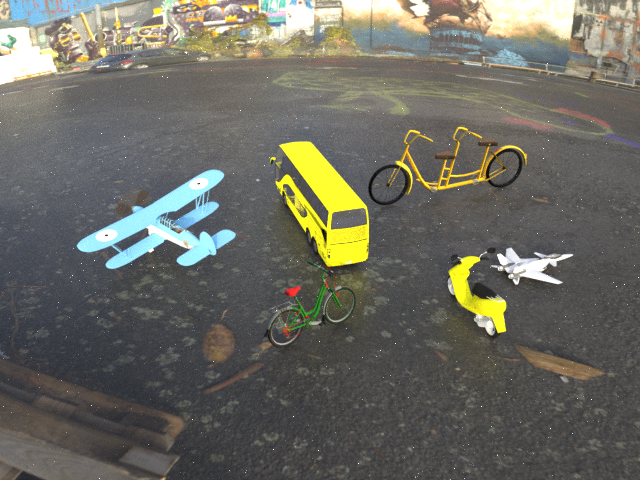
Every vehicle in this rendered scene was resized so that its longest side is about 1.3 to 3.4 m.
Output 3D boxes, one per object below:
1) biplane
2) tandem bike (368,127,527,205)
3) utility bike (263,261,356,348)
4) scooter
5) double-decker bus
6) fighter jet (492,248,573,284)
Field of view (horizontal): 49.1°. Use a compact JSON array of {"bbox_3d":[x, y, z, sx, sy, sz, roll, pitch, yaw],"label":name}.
[{"bbox_3d":[-2.274,-0.135,10.572,2.120,0.981,2.598,24,37,37],"label":"biplane"},{"bbox_3d":[2.348,-1.389,12.520,3.192,1.326,0.550,-10,30,-17],"label":"tandem bike"},{"bbox_3d":[-0.139,0.789,8.908,1.435,0.946,0.535,-19,34,-31],"label":"utility bike"},{"bbox_3d":[2.059,0.624,9.240,0.662,0.919,1.399,-9,30,-16],"label":"scooter"},{"bbox_3d":[-0.062,-0.714,11.563,0.756,1.052,3.251,-9,30,-15],"label":"double-decker bus"},{"bbox_3d":[3.299,0.292,10.514,1.358,0.286,1.147,-13,31,-22],"label":"fighter jet"}]
